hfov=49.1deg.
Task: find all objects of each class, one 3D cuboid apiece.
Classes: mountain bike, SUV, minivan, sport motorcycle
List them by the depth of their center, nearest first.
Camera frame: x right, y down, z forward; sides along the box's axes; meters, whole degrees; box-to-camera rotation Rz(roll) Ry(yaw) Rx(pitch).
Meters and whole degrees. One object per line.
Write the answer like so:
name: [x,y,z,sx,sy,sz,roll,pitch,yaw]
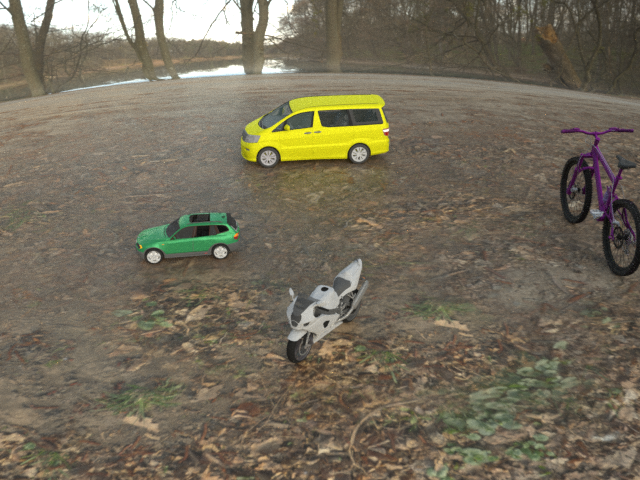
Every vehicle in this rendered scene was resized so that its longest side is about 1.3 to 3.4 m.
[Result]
sport motorcycle: [0.074,0.836,8.370,0.506,0.821,1.520,17,31,30]
SUV: [-1.967,-0.067,10.486,1.572,0.580,0.656,-4,26,-8]
mountain bike: [4.220,-0.694,10.508,1.114,1.688,2.857,-1,26,-2]
minivan: [-0.118,-2.263,14.266,3.011,1.197,1.324,-3,26,-6]
